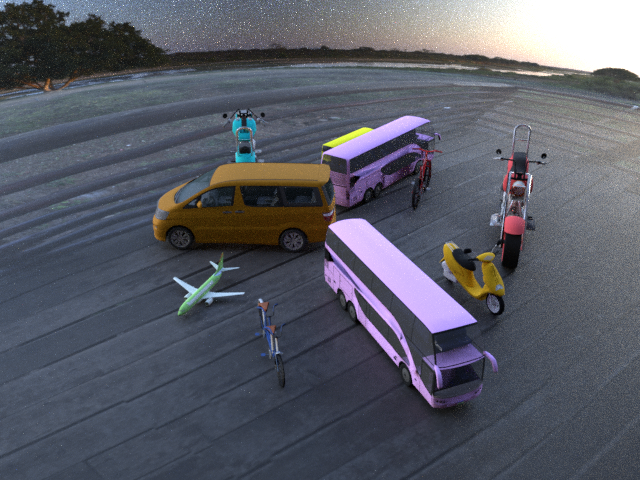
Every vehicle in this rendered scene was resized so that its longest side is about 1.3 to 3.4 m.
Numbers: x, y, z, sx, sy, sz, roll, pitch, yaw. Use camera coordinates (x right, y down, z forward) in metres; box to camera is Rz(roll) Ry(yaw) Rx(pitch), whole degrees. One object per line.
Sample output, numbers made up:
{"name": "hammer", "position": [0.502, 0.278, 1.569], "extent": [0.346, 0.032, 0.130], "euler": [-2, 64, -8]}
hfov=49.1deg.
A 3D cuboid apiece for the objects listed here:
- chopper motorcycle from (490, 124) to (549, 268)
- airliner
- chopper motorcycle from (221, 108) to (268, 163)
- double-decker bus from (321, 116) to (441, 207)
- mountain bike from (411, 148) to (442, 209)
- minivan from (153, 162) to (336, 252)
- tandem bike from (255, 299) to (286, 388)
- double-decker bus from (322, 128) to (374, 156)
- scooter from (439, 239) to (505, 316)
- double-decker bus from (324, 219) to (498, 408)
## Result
{"name": "chopper motorcycle", "position": [3.244, -0.794, 11.571], "extent": [0.906, 1.480, 3.040], "euler": [7, 28, 13]}
{"name": "airliner", "position": [-1.667, 0.634, 9.944], "extent": [1.161, 0.429, 1.307], "euler": [11, 29, 20]}
{"name": "chopper motorcycle", "position": [-1.473, -1.946, 13.808], "extent": [0.906, 1.480, 3.040], "euler": [-3, 27, -5]}
{"name": "double-decker bus", "position": [1.220, -1.597, 13.598], "extent": [0.756, 1.052, 3.251], "euler": [20, 33, 33]}
{"name": "mountain bike", "position": [1.906, -1.181, 12.990], "extent": [0.573, 0.868, 1.469], "euler": [9, 29, 17]}
{"name": "minivan", "position": [-1.241, -0.598, 11.499], "extent": [3.011, 1.197, 1.324], "euler": [1, 27, 3]}
{"name": "tandem bike", "position": [-0.616, 1.139, 8.688], "extent": [0.283, 0.682, 1.642], "euler": [-7, 28, -13]}
{"name": "double-decker bus", "position": [0.666, -1.965, 14.871], "extent": [0.389, 0.541, 1.672], "euler": [20, 33, 34]}
{"name": "scooter", "position": [2.156, 0.396, 9.872], "extent": [0.662, 0.919, 1.399], "euler": [-13, 30, -24]}
{"name": "double-decker bus", "position": [0.972, 0.832, 8.879], "extent": [0.756, 1.052, 3.251], "euler": [-11, 29, -20]}
